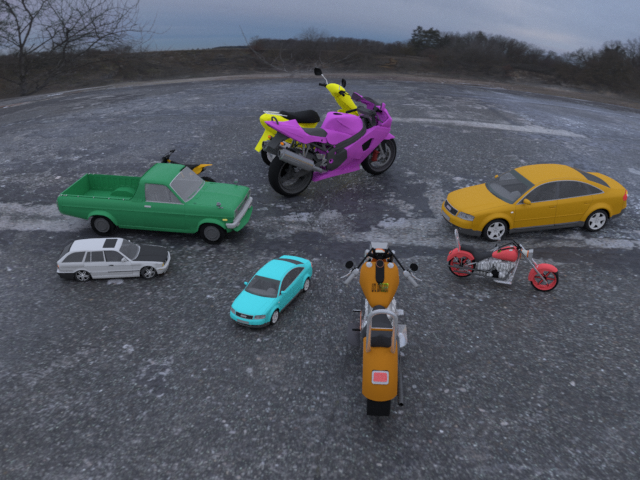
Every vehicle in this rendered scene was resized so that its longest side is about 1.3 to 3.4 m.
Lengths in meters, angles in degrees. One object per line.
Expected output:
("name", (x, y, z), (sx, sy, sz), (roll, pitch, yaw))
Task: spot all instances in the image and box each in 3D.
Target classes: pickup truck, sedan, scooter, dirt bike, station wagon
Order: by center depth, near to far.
("sedan", (-0.645, 0.634, 9.542), (0.635, 0.483, 1.613), (12, 29, 22))
("station wagon", (-3.026, 0.252, 10.322), (1.597, 0.473, 0.682), (-2, 26, -4))
("pickup truck", (-2.718, -0.704, 11.664), (3.117, 0.993, 1.244), (4, 27, 9))
("sedan", (3.592, -0.719, 11.754), (3.137, 0.940, 1.235), (-6, 27, -11))
("dirt bike", (-2.563, -1.154, 12.723), (1.493, 0.857, 0.527), (6, 27, 11))
("scooter", (-0.073, -2.497, 14.384), (2.721, 1.786, 1.288), (-13, 29, -25))

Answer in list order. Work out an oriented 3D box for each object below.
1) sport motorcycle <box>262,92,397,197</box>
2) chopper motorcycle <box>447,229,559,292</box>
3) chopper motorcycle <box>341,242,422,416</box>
("sport motorcycle", (0.276, -1.784, 13.161), (2.955, 1.596, 0.983), (-16, 31, -29))
("chopper motorcycle", (2.595, 0.287, 9.928), (1.563, 0.761, 0.466), (8, 27, 16))
("chopper motorcycle", (0.699, 0.726, 8.236), (0.906, 1.480, 3.040), (2, 26, 3))
